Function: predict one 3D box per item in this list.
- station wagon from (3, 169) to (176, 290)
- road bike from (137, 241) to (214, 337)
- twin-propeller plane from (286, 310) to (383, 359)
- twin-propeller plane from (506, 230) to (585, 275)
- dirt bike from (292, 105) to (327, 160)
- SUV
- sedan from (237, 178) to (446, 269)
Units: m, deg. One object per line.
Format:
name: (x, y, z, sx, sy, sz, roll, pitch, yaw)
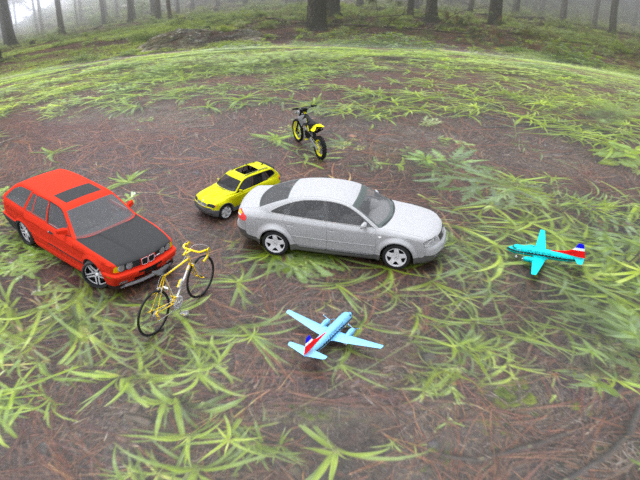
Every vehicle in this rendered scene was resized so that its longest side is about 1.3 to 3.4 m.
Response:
station wagon: (-3.473, -0.281, 10.366, 3.105, 0.920, 1.327, 23, 37, 35)
road bike: (-1.818, 0.585, 8.909, 0.358, 0.852, 1.545, 15, 33, 24)
twin-propeller plane: (0.109, 1.092, 8.465, 1.370, 0.407, 1.095, 17, 34, 28)
twin-propeller plane: (3.262, 0.152, 10.124, 1.095, 0.407, 1.370, 11, 31, 18)
dirt bike: (-0.231, -2.170, 13.762, 0.527, 0.857, 1.493, -14, 32, -22)
SUV: (-1.368, -0.878, 11.763, 1.572, 0.580, 0.656, -26, 39, -38)
sedan: (0.318, -0.356, 10.479, 3.137, 0.940, 1.235, 7, 30, 12)
